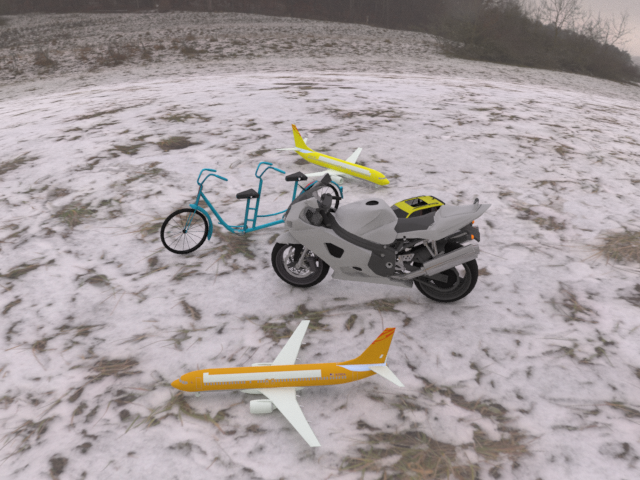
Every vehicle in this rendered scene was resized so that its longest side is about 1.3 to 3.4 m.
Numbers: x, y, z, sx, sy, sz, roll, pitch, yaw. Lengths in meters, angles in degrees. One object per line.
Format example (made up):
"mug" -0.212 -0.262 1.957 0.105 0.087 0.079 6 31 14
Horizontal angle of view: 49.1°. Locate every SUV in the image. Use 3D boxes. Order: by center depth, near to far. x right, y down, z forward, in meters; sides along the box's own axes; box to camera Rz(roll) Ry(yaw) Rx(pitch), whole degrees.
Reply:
"SUV" 1.403 -0.322 11.442 1.572 0.580 0.656 -14 30 -26

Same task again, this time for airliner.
"airliner" -0.395 1.364 7.770 2.541 0.835 2.257 -2 27 -3
"airliner" 0.344 -1.652 13.826 2.541 0.835 2.257 21 33 36

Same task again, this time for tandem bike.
"tandem bike" -1.016 -0.619 11.201 3.192 1.326 0.550 -13 29 -25

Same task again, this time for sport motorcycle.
"sport motorcycle" 0.758 0.042 9.571 2.955 1.596 0.983 5 27 10
